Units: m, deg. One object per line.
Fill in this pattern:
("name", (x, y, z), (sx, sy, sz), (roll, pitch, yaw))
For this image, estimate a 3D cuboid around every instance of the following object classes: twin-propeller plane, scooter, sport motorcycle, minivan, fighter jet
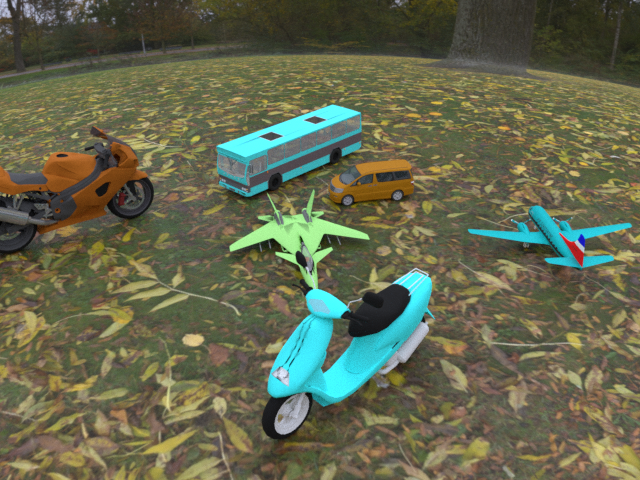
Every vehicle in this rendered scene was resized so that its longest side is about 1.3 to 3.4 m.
("twin-propeller plane", (3.686, -0.151, 10.959), (2.663, 0.792, 2.129), (-2, 29, -4))
("scooter", (0.397, 1.006, 7.875), (2.721, 1.786, 1.288), (-25, 38, -37))
("sport motorcycle", (-4.115, -0.797, 11.288), (2.955, 1.596, 0.983), (-19, 35, -30))
("minivan", (0.924, -1.068, 12.775), (1.548, 0.616, 0.681), (-6, 30, -11))
("fighter jet", (-0.280, 0.021, 10.890), (2.229, 0.557, 2.640), (-5, 30, -9))

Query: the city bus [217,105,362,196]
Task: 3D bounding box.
("city bus", (-0.520, -1.775, 13.753), (0.926, 0.894, 3.255), (24, 37, 36))
